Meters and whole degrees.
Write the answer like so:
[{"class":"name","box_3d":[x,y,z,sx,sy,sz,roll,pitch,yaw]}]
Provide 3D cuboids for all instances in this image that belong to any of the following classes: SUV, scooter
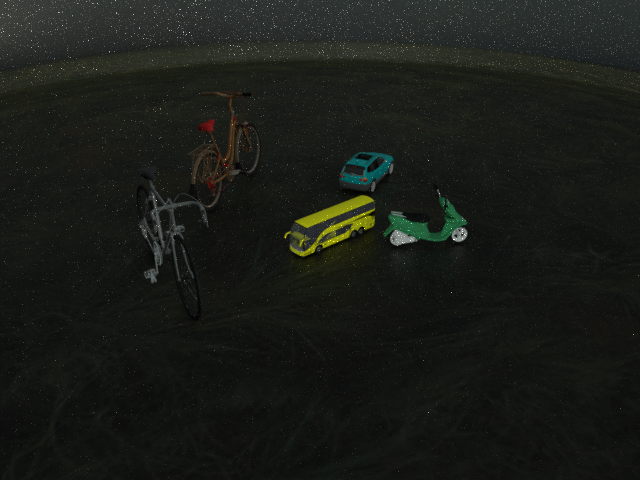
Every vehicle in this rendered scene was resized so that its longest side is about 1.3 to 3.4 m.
[{"class":"SUV","box_3d":[0.902,-1.390,13.351,0.656,0.580,1.572,13,31,22]},{"class":"scooter","box_3d":[1.699,-0.326,11.002,1.399,0.919,0.662,-3,28,-6]}]

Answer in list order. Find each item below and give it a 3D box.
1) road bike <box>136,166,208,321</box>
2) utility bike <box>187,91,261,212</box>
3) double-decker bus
[{"class":"road bike","box_3d":[-2.184,-0.104,9.805,0.696,1.656,3.004,-14,31,-24]},{"class":"utility bike","box_3d":[-1.781,-1.716,12.626,1.039,1.839,2.791,10,30,17]},{"class":"double-decker bus","box_3d":[0.199,-0.226,11.216,1.672,0.541,0.389,-23,36,-36]}]
